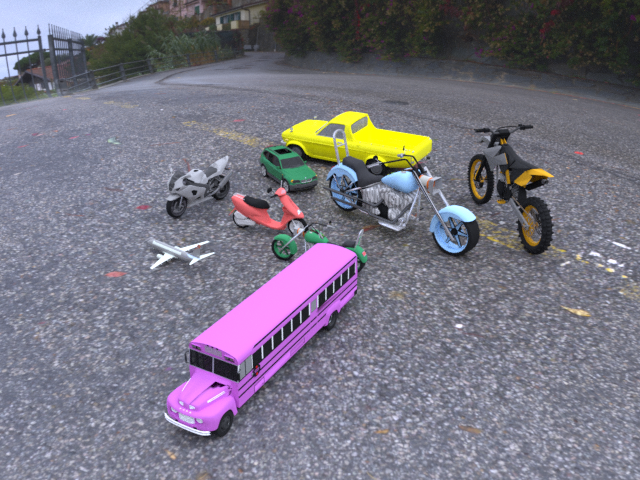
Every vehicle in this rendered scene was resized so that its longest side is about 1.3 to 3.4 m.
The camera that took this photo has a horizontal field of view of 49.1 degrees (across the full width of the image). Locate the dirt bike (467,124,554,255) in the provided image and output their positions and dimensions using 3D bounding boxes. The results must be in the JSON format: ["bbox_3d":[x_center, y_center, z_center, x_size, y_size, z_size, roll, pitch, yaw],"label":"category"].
[{"bbox_3d":[3.114,-0.996,11.640,1.024,1.666,2.903,-6,27,-12],"label":"dirt bike"}]

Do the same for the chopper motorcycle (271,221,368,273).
[{"bbox_3d":[-0.025,0.060,10.523,1.563,0.761,0.466,12,29,23],"label":"chopper motorcycle"}]

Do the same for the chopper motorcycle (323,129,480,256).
[{"bbox_3d":[1.283,-0.815,11.484,3.040,1.480,0.906,23,34,39],"label":"chopper motorcycle"}]

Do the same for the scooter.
[{"bbox_3d":[-0.870,-0.555,11.593,1.399,0.919,0.662,9,28,17],"label":"scooter"}]

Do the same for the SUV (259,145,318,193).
[{"bbox_3d":[-0.636,-1.426,13.738,0.656,0.580,1.572,-14,30,-27],"label":"SUV"}]

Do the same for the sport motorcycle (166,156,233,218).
[{"bbox_3d":[-2.172,-0.964,12.530,0.506,0.821,1.520,19,32,34],"label":"sport motorcycle"}]

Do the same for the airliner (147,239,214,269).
[{"bbox_3d":[-2.259,0.096,10.825,1.307,0.429,1.161,20,32,34],"label":"airliner"}]

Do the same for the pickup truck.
[{"bbox_3d":[0.731,-2.092,14.621,3.117,0.993,1.244,14,29,26],"label":"pickup truck"}]

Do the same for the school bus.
[{"bbox_3d":[-0.585,1.069,8.387,0.709,0.844,3.322,14,30,26],"label":"school bus"}]
